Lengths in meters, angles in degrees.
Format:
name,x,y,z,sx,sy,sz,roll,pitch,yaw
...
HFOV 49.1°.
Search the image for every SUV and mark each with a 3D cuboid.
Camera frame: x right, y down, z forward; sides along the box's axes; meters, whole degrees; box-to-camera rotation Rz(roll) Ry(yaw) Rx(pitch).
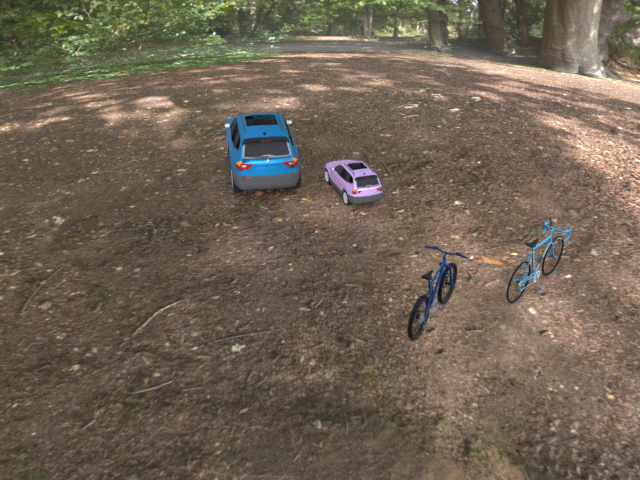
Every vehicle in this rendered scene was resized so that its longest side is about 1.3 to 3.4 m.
name,x,y,z,sx,sy,sz,roll,pitch,yaw
SUV,0.577,-1.112,12.290,0.656,0.580,1.572,-9,30,-16
SUV,-1.108,-1.842,13.054,1.276,1.128,3.058,-5,29,-8

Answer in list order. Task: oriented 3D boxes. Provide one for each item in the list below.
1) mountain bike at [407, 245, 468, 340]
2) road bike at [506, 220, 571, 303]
name,x,y,z,sx,sy,sz,roll,pitch,yaw
mountain bike,1.449,0.625,8.816,0.573,0.868,1.469,16,33,27
road bike,2.945,0.280,9.463,0.358,0.852,1.545,24,37,37
